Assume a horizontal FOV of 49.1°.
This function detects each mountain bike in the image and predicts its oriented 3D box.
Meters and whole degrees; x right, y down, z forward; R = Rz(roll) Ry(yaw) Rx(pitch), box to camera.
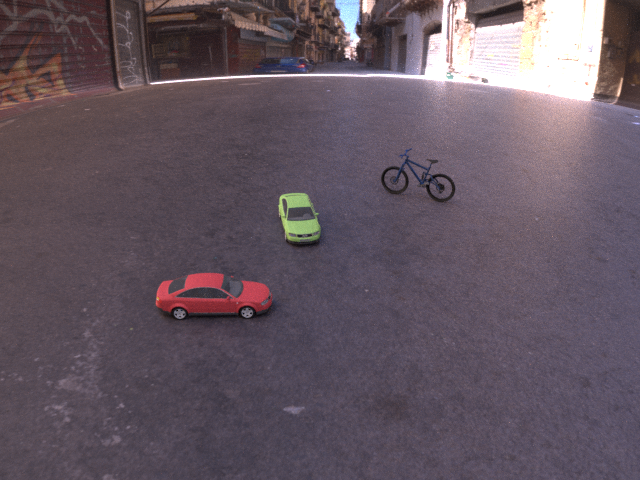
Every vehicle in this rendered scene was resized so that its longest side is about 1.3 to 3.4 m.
[{"bbox_3d":[1.854,-1.206,13.245,1.469,0.868,0.573,12,29,22],"label":"mountain bike"}]

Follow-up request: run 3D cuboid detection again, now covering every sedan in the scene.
[{"bbox_3d":[-0.366,-0.434,12.133,0.635,0.483,1.613,-4,27,-8],"label":"sedan"},{"bbox_3d":[-1.474,0.748,9.773,1.613,0.483,0.635,0,27,-1],"label":"sedan"}]
